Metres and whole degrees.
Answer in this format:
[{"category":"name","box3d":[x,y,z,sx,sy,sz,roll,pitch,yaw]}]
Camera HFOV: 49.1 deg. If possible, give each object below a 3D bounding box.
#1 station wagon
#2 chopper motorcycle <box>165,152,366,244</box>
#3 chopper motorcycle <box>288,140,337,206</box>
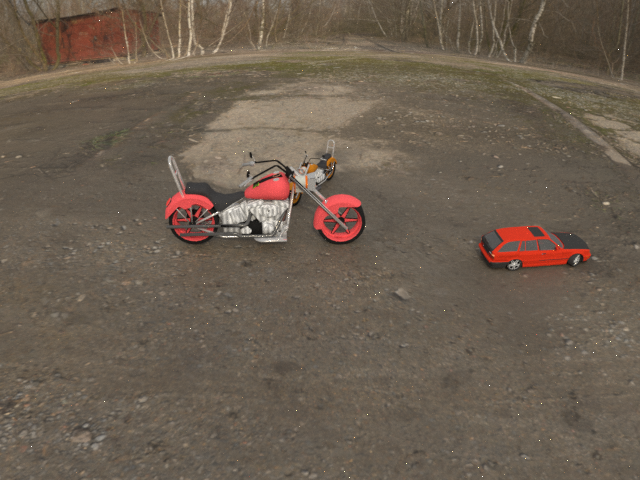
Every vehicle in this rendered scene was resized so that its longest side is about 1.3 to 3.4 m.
[{"category":"station wagon","box3d":[3.205,0.076,10.394,1.597,0.473,0.682,-4,29,-6]},{"category":"chopper motorcycle","box3d":[-0.824,-0.596,10.567,3.040,1.480,0.906,-1,29,-3]},{"category":"chopper motorcycle","box3d":[-0.155,-1.197,12.377,0.466,0.761,1.563,17,33,27]}]
